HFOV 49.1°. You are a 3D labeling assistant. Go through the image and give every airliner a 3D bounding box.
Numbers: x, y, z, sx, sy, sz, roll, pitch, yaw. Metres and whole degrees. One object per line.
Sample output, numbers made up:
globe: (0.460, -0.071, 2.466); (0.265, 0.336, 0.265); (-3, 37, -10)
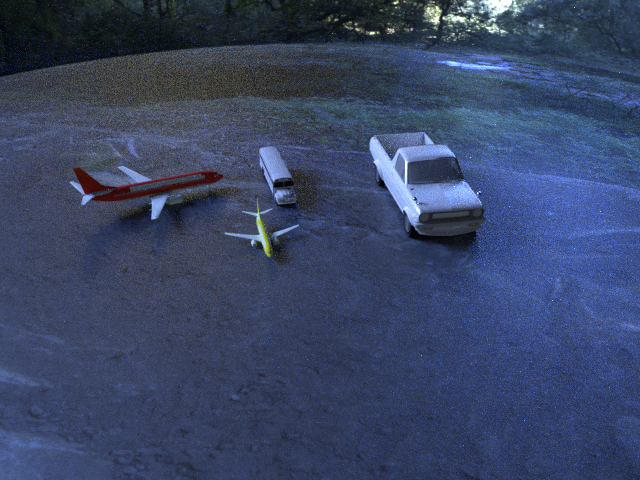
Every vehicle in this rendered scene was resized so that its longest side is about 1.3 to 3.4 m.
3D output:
airliner: (-2.848, -1.056, 11.854); (2.541, 0.835, 2.257); (-14, 33, -23)
airliner: (-0.868, -0.177, 10.736); (1.161, 0.429, 1.307); (-6, 31, -11)

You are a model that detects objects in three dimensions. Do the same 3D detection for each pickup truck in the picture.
pickup truck: (1.724, -1.109, 11.788); (1.244, 0.993, 3.117); (-5, 30, -9)

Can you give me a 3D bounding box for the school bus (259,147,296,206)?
school bus: (-0.757, -1.141, 12.402); (0.365, 0.434, 1.708); (-7, 31, -12)
